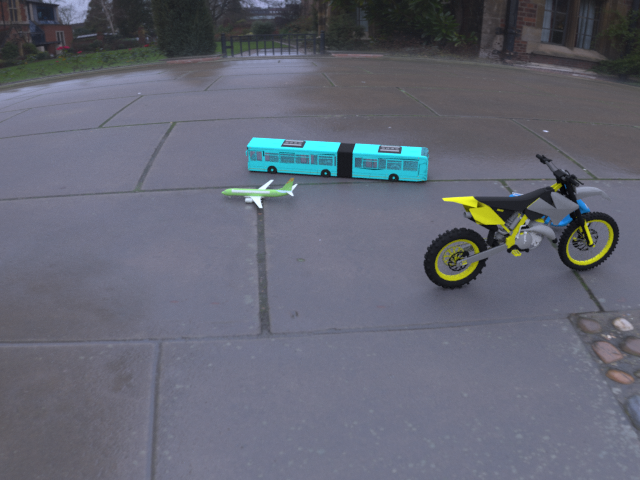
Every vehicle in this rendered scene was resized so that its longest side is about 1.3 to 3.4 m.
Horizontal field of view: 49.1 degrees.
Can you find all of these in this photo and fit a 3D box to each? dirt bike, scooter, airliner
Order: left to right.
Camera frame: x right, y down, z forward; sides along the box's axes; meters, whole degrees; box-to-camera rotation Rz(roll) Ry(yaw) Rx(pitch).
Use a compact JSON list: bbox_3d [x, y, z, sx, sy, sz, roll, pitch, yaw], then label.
[{"bbox_3d":[-1.067,-0.898,12.094,1.307,0.429,1.161,3,29,5],"label":"airliner"},{"bbox_3d":[2.810,-0.196,9.501,2.903,1.666,1.024,-6,29,-11],"label":"dirt bike"},{"bbox_3d":[3.602,-0.574,10.982,1.399,0.919,0.662,2,29,4],"label":"scooter"}]

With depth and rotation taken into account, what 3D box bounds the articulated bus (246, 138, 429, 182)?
[{"bbox_3d":[0.303,-1.505,13.075,3.401,0.561,0.605,5,29,8],"label":"articulated bus"}]
